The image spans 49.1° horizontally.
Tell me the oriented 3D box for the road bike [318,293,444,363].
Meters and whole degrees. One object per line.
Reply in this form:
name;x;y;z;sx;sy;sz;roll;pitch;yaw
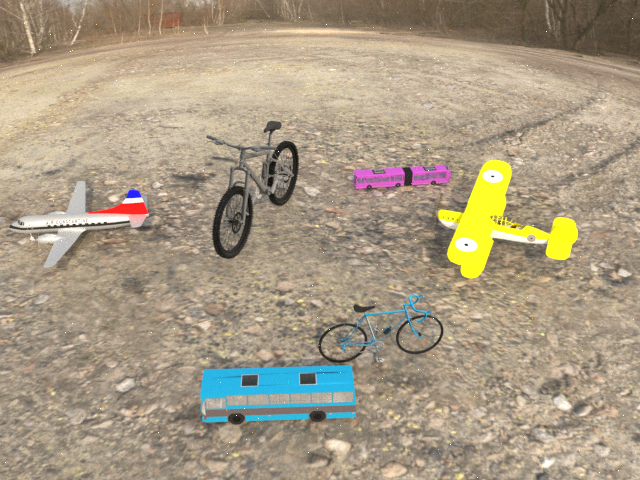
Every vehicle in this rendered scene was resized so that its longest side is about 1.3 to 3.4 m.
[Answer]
road bike;0.743;1.084;8.361;1.545;0.852;0.358;-5;32;-8

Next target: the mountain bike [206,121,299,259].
mountain bike;-0.951;-0.946;10.873;1.114;1.688;2.857;12;33;19

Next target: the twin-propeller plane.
twin-propeller plane;-3.730;-0.374;10.798;2.129;0.792;2.663;-3;32;-6

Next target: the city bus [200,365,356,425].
city bus;-0.454;1.709;7.716;1.674;0.460;0.476;-1;32;-2

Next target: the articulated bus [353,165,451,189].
articulated bus;1.453;-1.130;12.511;1.749;0.289;0.311;-4;32;-7

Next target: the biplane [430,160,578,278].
biplane;2.649;-0.161;10.268;2.120;0.981;2.598;12;34;19
